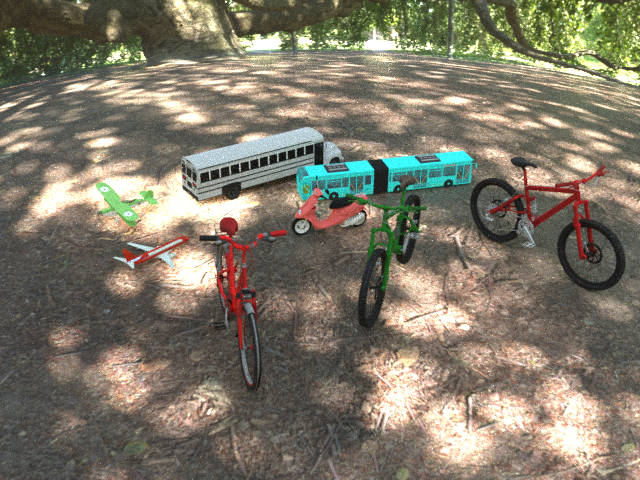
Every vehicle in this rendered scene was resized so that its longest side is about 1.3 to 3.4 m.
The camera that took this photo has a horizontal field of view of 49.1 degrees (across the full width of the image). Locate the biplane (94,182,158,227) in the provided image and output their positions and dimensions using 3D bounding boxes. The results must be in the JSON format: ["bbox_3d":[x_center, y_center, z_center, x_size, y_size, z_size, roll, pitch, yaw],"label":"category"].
[{"bbox_3d":[-3.384,-0.600,12.240,1.090,0.504,1.336,-22,37,-34],"label":"biplane"}]

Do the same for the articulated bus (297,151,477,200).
[{"bbox_3d":[1.267,-1.223,13.275,3.401,0.561,0.605,-7,30,-12],"label":"articulated bus"}]

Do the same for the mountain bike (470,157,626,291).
[{"bbox_3d":[3.410,-0.392,10.681,1.114,1.688,2.857,-20,35,-31],"label":"mountain bike"}]

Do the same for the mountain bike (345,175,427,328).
[{"bbox_3d":[1.049,-0.022,10.033,1.114,1.688,2.857,11,32,19],"label":"mountain bike"}]

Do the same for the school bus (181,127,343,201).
[{"bbox_3d":[-1.018,-1.511,13.495,3.322,0.844,0.709,-19,35,-30],"label":"school bus"}]

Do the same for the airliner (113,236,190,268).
[{"bbox_3d":[-2.579,0.100,11.089,1.161,0.429,1.307,23,37,34],"label":"airliner"}]

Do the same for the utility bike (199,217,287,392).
[{"bbox_3d":[-0.998,0.519,8.932,1.039,1.839,2.791,-9,31,-15],"label":"utility bike"}]

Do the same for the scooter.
[{"bbox_3d":[0.192,-0.570,11.770,1.399,0.919,0.662,-9,31,-15],"label":"scooter"}]
